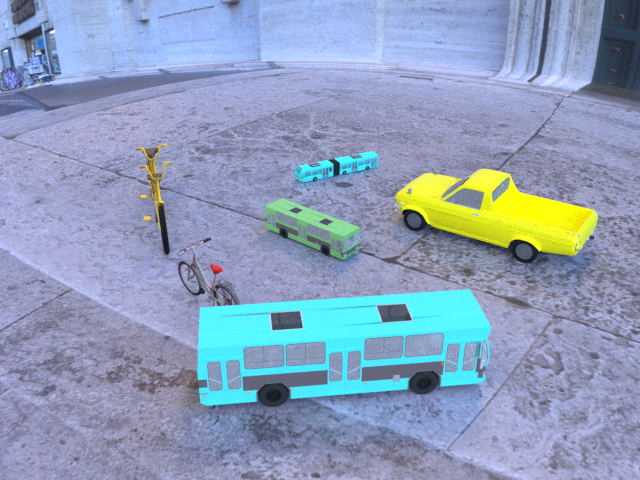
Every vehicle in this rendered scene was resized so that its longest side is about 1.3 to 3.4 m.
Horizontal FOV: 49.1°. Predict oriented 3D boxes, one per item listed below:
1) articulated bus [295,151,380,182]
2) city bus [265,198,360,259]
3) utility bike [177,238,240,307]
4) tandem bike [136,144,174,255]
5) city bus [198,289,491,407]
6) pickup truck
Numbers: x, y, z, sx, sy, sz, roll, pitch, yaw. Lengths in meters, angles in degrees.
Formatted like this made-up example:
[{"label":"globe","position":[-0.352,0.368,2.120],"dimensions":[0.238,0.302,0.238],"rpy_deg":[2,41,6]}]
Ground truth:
[{"label":"articulated bus","position":[0.353,-1.434,13.686],"dimensions":[1.749,0.289,0.311],"rpy_deg":[-14,31,-24]},{"label":"city bus","position":[-0.140,-0.175,11.169],"dimensions":[1.674,0.460,0.476],"rpy_deg":[22,35,35]},{"label":"utility bike","position":[-1.538,0.528,9.353],"dimensions":[0.535,0.946,1.435],"rpy_deg":[-25,37,-38]},{"label":"tandem bike","position":[-2.738,-0.938,11.674],"dimensions":[0.550,1.326,3.192],"rpy_deg":[-8,29,-14]},{"label":"city bus","position":[0.249,1.253,8.063],"dimensions":[3.255,0.894,0.926],"rpy_deg":[-3,29,-6]},{"label":"pickup truck","position":[2.772,-0.519,11.246],"dimensions":[3.117,0.993,1.244],"rpy_deg":[18,33,29]}]
